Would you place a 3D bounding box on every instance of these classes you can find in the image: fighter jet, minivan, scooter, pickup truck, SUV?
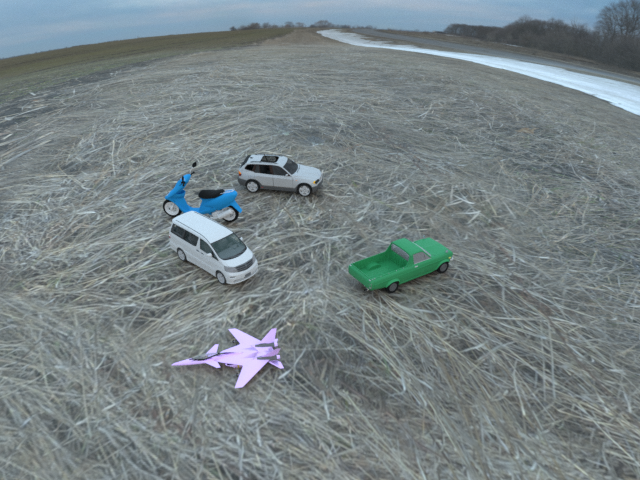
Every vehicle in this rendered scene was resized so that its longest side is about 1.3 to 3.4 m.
[{"bbox_3d":[-1.161,1.403,8.679,1.358,0.286,1.147,-5,31,-9],"label":"fighter jet"},{"bbox_3d":[-1.617,0.104,10.573,1.548,0.616,0.681,25,39,36],"label":"minivan"},{"bbox_3d":[-2.002,-0.753,11.735,1.399,0.919,0.662,5,31,9],"label":"scooter"},{"bbox_3d":[1.208,0.311,10.322,1.603,0.511,0.640,-18,35,-28],"label":"pickup truck"},{"bbox_3d":[-0.732,-1.227,12.880,1.572,0.580,0.656,5,31,8],"label":"SUV"}]
